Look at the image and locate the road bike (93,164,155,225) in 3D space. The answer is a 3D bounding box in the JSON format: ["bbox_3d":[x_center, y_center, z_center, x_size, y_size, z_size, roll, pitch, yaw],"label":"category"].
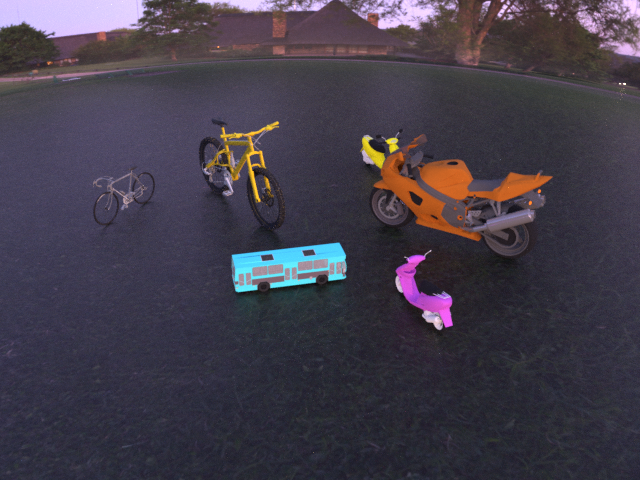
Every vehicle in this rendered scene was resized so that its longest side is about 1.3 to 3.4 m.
[{"bbox_3d":[-3.455,-0.858,12.377,0.358,0.852,1.545,15,33,25],"label":"road bike"}]

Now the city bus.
[{"bbox_3d":[-0.463,0.425,10.479,1.674,0.460,0.476,-6,30,-11],"label":"city bus"}]

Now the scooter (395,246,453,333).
[{"bbox_3d":[1.418,0.617,9.663,0.662,0.919,1.399,-12,31,-21],"label":"scooter"}]

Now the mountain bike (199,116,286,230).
[{"bbox_3d":[-1.450,-1.304,12.319,1.114,1.688,2.857,-20,35,-31],"label":"mountain bike"}]

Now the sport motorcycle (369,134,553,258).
[{"bbox_3d":[2.144,-0.677,11.288,2.955,1.596,0.983,16,33,26],"label":"sport motorcycle"}]

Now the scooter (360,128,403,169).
[{"bbox_3d":[1.265,-1.769,13.943,0.662,0.919,1.399,-19,34,-30],"label":"scooter"}]
